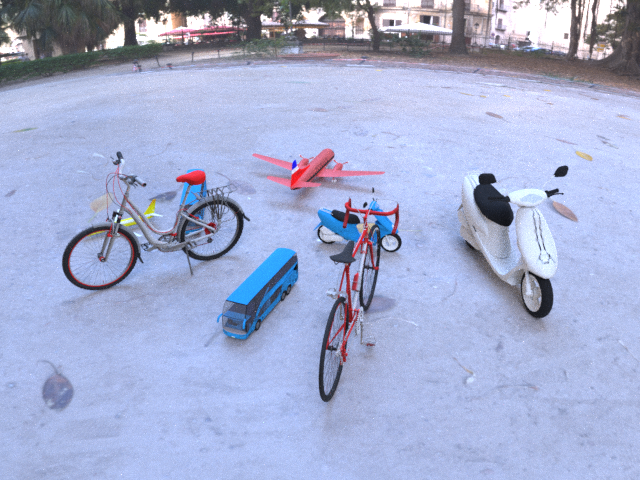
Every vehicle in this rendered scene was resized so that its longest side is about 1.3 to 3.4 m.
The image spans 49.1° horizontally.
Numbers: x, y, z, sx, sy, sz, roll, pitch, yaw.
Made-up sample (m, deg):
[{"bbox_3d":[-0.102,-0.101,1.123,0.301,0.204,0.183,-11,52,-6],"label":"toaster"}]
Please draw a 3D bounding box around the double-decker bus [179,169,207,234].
[{"bbox_3d":[-2.145,-0.655,11.860,0.389,0.541,1.672,-2,28,-4],"label":"double-decker bus"}]

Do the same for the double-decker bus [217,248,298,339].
[{"bbox_3d":[-0.776,0.700,9.298,0.389,0.541,1.672,11,30,20],"label":"double-decker bus"}]

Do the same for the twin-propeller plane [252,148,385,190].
[{"bbox_3d":[-0.131,-1.413,13.024,2.663,0.792,2.129,10,30,18],"label":"twin-propeller plane"}]

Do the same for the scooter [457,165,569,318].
[{"bbox_3d":[2.599,-0.271,9.801,1.288,1.786,2.721,-6,29,-12],"label":"scooter"}]

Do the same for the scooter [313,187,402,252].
[{"bbox_3d":[0.580,-0.291,10.768,1.399,0.919,0.662,8,29,14],"label":"scooter"}]

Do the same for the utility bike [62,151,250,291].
[{"bbox_3d":[-2.203,-0.274,9.752,2.791,1.839,1.039,-16,32,-27],"label":"utility bike"}]

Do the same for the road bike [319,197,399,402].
[{"bbox_3d":[0.415,0.563,8.366,0.696,1.656,3.004,8,29,14],"label":"road bike"}]

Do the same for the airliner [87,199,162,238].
[{"bbox_3d":[-3.252,-0.340,11.382,1.307,0.429,1.161,-16,32,-27],"label":"airliner"}]
